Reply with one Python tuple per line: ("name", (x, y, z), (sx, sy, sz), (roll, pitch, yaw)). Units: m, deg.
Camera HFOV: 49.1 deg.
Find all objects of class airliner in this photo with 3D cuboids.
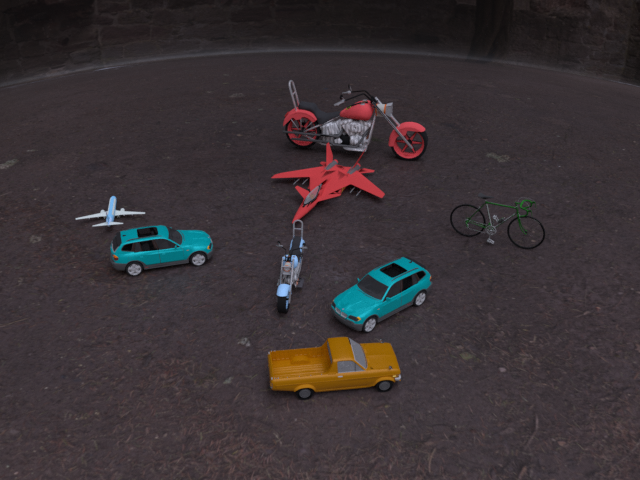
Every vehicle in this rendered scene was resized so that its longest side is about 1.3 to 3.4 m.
("airliner", (-3.636, -0.569, 12.148), (1.161, 0.429, 1.307), (-5, 30, -9))

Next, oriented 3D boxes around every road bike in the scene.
("road bike", (2.865, -0.331, 11.306), (1.545, 0.852, 0.358), (13, 32, 22))

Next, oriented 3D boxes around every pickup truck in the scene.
("pickup truck", (0.164, 1.499, 8.451), (1.603, 0.511, 0.640), (-4, 30, -7))

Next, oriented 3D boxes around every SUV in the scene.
("SUV", (0.873, 0.714, 9.752), (1.572, 0.580, 0.656), (-22, 36, -33))
("SUV", (-2.451, 0.091, 10.843), (1.572, 0.580, 0.656), (-9, 31, -15))

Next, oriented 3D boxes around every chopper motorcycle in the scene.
("chopper motorcycle", (-0.427, 0.368, 10.176), (0.466, 0.761, 1.563), (4, 30, 7))
("chopper motorcycle", (0.713, -2.459, 14.393), (3.040, 1.480, 0.906), (7, 30, 12))

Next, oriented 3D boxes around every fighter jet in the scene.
("fighter jet", (0.047, -1.037, 12.836), (2.229, 0.557, 2.640), (12, 32, 20))
